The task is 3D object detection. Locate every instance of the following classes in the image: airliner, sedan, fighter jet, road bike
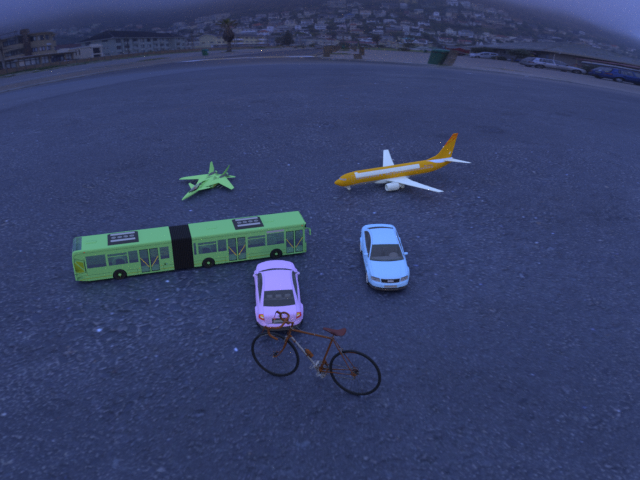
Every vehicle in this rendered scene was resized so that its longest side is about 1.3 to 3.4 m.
[{"bbox_3d":[1.452,-1.444,12.974,2.541,0.835,2.257,-10,29,-18],"label":"airliner"},{"bbox_3d":[-0.567,0.644,9.318,0.635,0.483,1.613,-3,27,-5],"label":"sedan"},{"bbox_3d":[0.931,0.182,10.212,0.635,0.483,1.613,-1,27,-2],"label":"sedan"},{"bbox_3d":[-2.150,-1.065,12.838,1.147,0.286,1.358,12,30,22],"label":"fighter jet"},{"bbox_3d":[-0.064,1.261,7.723,1.545,0.852,0.358,10,29,18],"label":"road bike"}]

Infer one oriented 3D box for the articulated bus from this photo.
[{"bbox_3d":[-1.851,0.079,10.326,3.401,0.561,0.605,-7,28,-14],"label":"articulated bus"}]
